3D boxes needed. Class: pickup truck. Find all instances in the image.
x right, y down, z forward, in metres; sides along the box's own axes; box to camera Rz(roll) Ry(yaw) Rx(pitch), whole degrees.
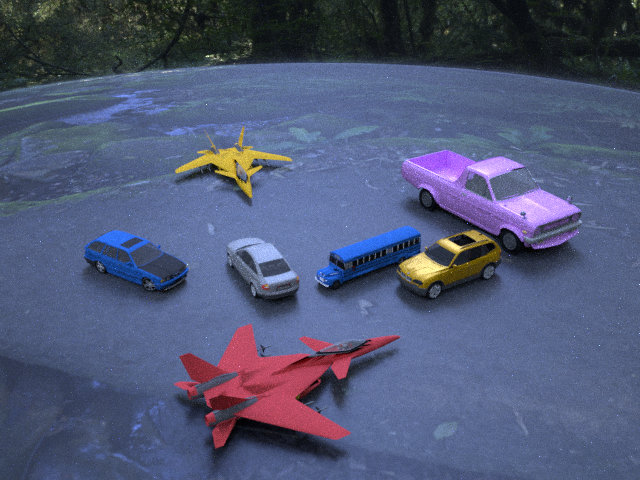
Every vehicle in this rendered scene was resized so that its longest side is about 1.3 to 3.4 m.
[{"bbox_3d":[2.683,-0.809,11.347,1.244,0.993,3.117,-17,31,-29],"label":"pickup truck"}]

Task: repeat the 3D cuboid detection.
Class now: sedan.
[{"bbox_3d":[-0.825,0.303,9.732,0.635,0.483,1.613,-13,30,-24],"label":"sedan"}]

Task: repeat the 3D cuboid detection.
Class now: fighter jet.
[{"bbox_3d":[-0.169,1.309,7.686,2.640,0.557,2.229,-15,31,-27],"label":"fighter jet"},{"bbox_3d":[-1.561,-1.451,13.080,2.229,0.557,2.640,-8,28,-15],"label":"fighter jet"}]

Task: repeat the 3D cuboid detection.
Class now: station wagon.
[{"bbox_3d":[-2.592,0.251,9.845,1.597,0.473,0.682,16,31,29],"label":"station wagon"}]

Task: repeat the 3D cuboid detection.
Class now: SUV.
[{"bbox_3d":[1.793,0.289,9.653,1.572,0.580,0.656,-16,31,-28],"label":"SUV"}]

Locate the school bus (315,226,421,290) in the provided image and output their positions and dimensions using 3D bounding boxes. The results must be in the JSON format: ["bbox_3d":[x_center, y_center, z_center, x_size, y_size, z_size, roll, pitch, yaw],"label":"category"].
[{"bbox_3d":[0.693,0.237,9.915,1.708,0.434,0.365,-18,32,-31],"label":"school bus"}]
